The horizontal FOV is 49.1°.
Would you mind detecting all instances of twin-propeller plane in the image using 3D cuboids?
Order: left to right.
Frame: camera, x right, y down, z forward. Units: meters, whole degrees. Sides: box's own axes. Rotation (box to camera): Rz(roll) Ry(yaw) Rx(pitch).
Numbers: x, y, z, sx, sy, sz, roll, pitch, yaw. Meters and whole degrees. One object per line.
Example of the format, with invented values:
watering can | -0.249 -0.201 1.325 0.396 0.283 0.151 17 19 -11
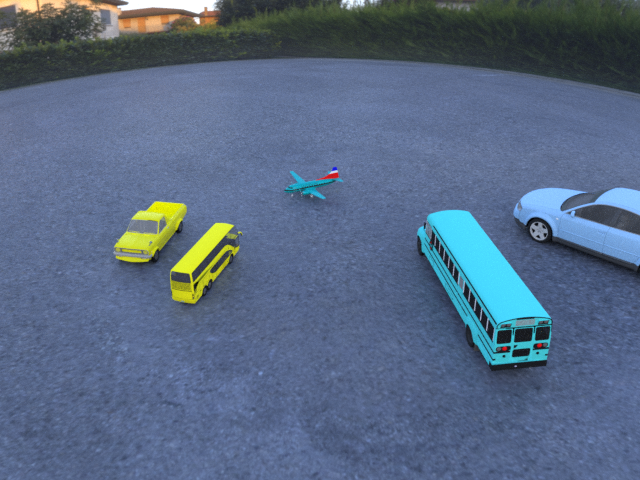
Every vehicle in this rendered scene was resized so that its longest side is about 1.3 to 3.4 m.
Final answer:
twin-propeller plane | -0.143 -1.039 12.515 1.095 0.407 1.370 -13 31 -23

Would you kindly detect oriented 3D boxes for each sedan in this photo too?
sedan | 4.431 -0.257 10.482 3.137 0.940 1.235 25 37 39

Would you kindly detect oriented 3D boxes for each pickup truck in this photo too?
pickup truck | -2.597 -0.194 10.820 0.640 0.511 1.603 5 28 10

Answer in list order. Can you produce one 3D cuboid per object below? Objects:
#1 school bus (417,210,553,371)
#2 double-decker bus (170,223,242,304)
school bus | 2.011 0.458 9.242 0.709 0.844 3.322 -4 28 -7
double-decker bus | -1.589 0.279 9.900 0.389 0.541 1.672 8 29 14
